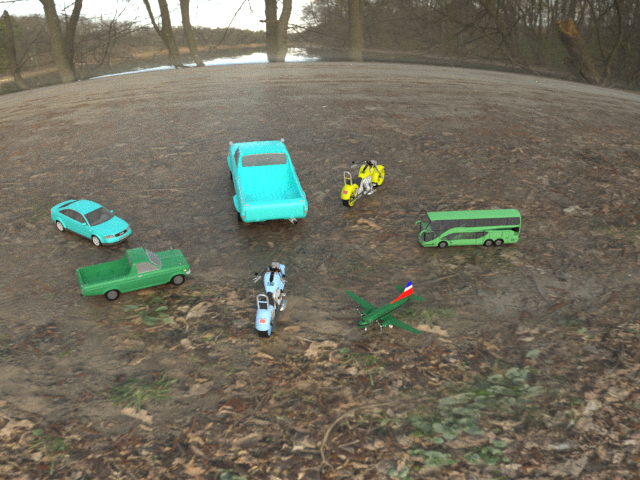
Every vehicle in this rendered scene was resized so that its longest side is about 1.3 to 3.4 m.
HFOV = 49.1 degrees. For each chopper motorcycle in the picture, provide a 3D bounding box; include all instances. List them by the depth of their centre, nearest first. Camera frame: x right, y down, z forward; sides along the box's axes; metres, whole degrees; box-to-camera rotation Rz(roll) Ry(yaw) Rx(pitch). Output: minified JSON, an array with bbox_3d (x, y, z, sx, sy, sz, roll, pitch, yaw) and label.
[{"bbox_3d":[-0.654,0.682,9.557,0.466,0.761,1.563,3,29,5],"label":"chopper motorcycle"},{"bbox_3d":[0.820,-1.146,12.915,0.466,0.761,1.563,15,32,26],"label":"chopper motorcycle"}]

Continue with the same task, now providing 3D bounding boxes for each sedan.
[{"bbox_3d":[-3.851,-0.345,11.734,1.613,0.483,0.635,19,34,30],"label":"sedan"}]

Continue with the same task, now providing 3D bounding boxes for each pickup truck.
[{"bbox_3d":[-2.730,0.440,10.263,1.603,0.511,0.640,-13,31,-22],"label":"pickup truck"},{"bbox_3d":[-1.013,-1.191,12.754,1.244,0.993,3.117,-5,29,-9],"label":"pickup truck"}]

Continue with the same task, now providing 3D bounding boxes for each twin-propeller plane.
[{"bbox_3d":[0.902,0.906,9.516,1.095,0.407,1.370,-24,36,-36],"label":"twin-propeller plane"}]

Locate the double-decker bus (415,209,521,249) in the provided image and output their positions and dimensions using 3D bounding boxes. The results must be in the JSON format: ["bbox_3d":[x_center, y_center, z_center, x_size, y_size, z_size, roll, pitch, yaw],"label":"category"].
[{"bbox_3d":[2.404,-0.189,11.387,1.672,0.541,0.389,-2,29,-4],"label":"double-decker bus"}]
